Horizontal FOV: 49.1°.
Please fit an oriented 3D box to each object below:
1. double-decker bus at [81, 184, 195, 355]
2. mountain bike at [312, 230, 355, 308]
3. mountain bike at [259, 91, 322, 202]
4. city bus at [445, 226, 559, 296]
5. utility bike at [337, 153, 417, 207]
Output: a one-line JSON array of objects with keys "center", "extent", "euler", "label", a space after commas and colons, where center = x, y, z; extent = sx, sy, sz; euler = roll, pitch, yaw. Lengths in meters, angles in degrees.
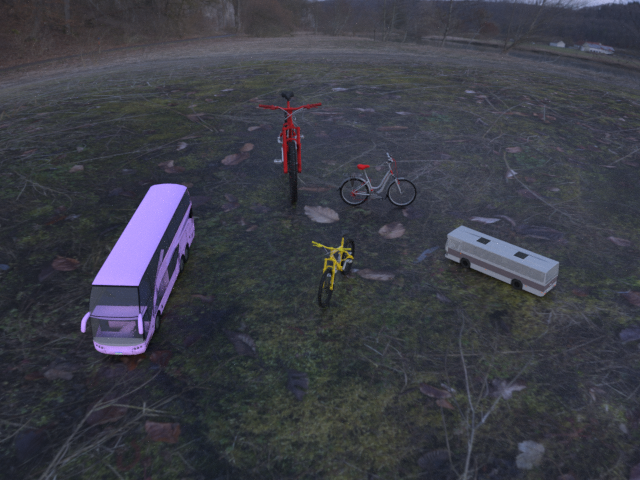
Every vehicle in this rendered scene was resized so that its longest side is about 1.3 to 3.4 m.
[{"center": [-2.439, 0.334, 9.886], "extent": [0.756, 1.052, 3.251], "euler": [1, 29, 2], "label": "double-decker bus"}, {"center": [0.248, 0.329, 10.082], "extent": [0.573, 0.868, 1.469], "euler": [11, 31, 18], "label": "mountain bike"}, {"center": [-0.571, -1.921, 13.238], "extent": [1.114, 1.688, 2.857], "euler": [-2, 30, -4], "label": "mountain bike"}, {"center": [2.701, 0.314, 10.524], "extent": [1.674, 0.460, 0.476], "euler": [24, 38, 36], "label": "city bus"}, {"center": [1.014, -1.057, 12.461], "extent": [1.435, 0.946, 0.535], "euler": [2, 29, 3], "label": "utility bike"}]
